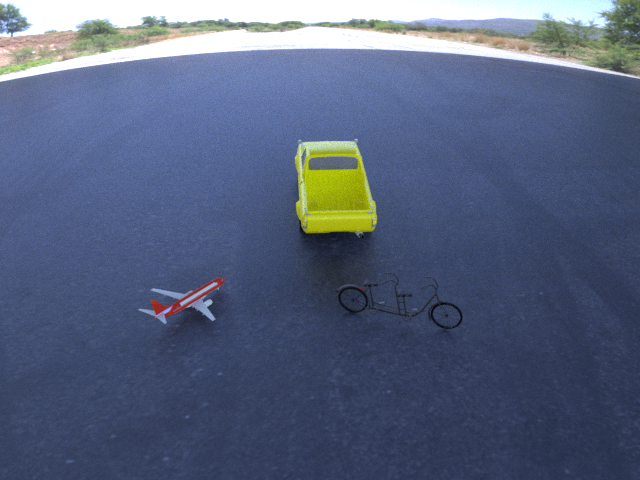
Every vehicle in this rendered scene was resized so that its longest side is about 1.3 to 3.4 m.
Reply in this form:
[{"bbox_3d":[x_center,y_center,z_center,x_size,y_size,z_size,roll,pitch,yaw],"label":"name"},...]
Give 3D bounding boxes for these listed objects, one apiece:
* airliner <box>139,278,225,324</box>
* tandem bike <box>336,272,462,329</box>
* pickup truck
[{"bbox_3d":[-1.709,0.694,9.170,1.161,0.429,1.307,20,35,32],"label":"airliner"},{"bbox_3d":[0.988,0.734,8.844,1.642,0.682,0.283,9,31,15],"label":"tandem bike"},{"bbox_3d":[0.210,-1.005,11.601,1.244,0.993,3.117,-1,30,-3],"label":"pickup truck"}]
